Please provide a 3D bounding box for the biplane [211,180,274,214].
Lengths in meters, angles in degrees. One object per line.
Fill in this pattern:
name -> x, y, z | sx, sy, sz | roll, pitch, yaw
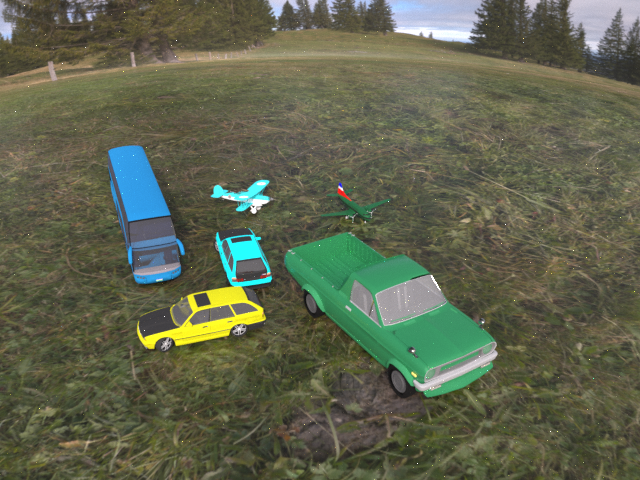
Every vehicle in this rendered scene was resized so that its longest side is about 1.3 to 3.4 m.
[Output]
biplane -> -1.310, -0.748, 12.034 | 1.090, 0.504, 1.336 | 7, 29, 13

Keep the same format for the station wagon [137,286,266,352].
station wagon -> -1.517, 0.958, 8.900 | 1.597, 0.473, 0.682 | -10, 30, -18

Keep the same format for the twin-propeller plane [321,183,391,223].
twin-propeller plane -> 0.570, -0.621, 11.901 | 1.370, 0.407, 1.095 | -14, 31, -25

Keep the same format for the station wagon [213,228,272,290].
station wagon -> -1.158, 0.179, 10.347 | 0.682, 0.473, 1.597 | -8, 29, -14

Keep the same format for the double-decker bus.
double-decker bus -> -2.789, -0.453, 10.909 | 0.756, 1.052, 3.251 | -10, 30, -18

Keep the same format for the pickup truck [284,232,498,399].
pickup truck -> 0.768, 0.729, 8.777 | 1.244, 0.993, 3.117 | -17, 32, -28
